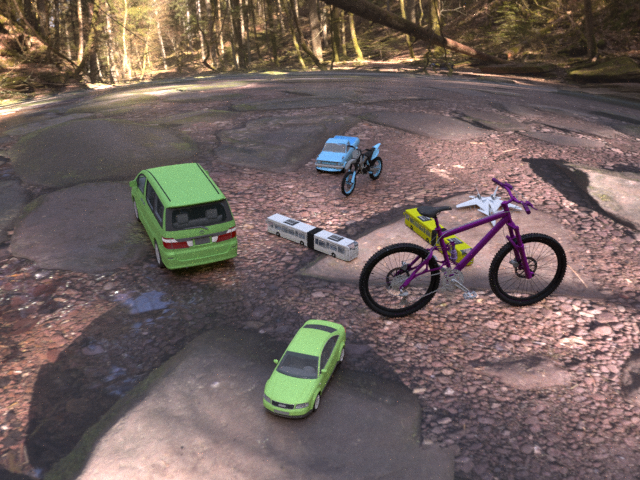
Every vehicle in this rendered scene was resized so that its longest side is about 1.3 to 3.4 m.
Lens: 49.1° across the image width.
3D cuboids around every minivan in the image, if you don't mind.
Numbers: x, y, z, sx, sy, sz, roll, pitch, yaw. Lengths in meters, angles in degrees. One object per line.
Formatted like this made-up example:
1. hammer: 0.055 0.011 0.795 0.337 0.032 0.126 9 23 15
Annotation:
1. minivan: -2.274 -0.581 11.276 1.324 1.197 3.011 -11 28 -21

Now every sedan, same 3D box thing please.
1. sedan: -0.155 1.401 8.042 0.635 0.483 1.613 8 27 16

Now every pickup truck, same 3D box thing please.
1. pickup truck: 0.384 -1.873 14.693 0.640 0.511 1.603 7 27 14

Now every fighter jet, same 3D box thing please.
1. fighter jet: 2.998 -0.594 12.337 1.147 0.286 1.358 2 26 5

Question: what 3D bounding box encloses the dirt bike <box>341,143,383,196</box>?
1. dirt bike: 0.824 -1.407 13.348 0.527 0.857 1.493 16 30 30

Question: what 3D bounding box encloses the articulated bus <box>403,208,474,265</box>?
1. articulated bus: 1.885 -0.071 11.268 0.311 0.289 1.749 -10 28 -20

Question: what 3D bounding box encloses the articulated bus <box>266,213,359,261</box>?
1. articulated bus: -0.148 -0.056 11.236 1.749 0.289 0.311 20 32 35

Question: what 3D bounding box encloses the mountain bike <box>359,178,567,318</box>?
1. mountain bike: 1.914 0.203 9.119 2.857 1.688 1.114 -4 26 -8
